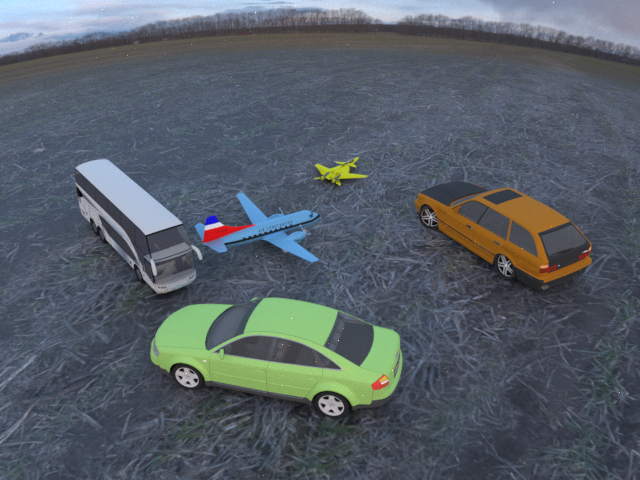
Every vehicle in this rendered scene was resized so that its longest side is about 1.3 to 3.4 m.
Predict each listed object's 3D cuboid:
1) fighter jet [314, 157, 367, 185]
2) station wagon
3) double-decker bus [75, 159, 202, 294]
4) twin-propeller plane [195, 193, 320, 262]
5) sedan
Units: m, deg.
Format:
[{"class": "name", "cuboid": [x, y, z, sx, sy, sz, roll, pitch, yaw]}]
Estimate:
[{"class": "fighter jet", "cuboid": [0.467, -1.488, 13.928, 1.147, 0.286, 1.358, 16, 34, 26]}, {"class": "station wagon", "cuboid": [2.842, -0.326, 11.293, 1.327, 0.920, 3.105, -17, 34, -27]}, {"class": "double-decker bus", "cuboid": [-2.964, -0.261, 11.051, 0.756, 1.052, 3.251, -20, 36, -31]}, {"class": "twin-propeller plane", "cuboid": [-0.905, -0.255, 11.299, 2.129, 0.792, 2.663, -17, 34, -27]}, {"class": "sedan", "cuboid": [-0.566, 1.264, 8.531, 3.137, 0.940, 1.235, 8, 31, 13]}]
